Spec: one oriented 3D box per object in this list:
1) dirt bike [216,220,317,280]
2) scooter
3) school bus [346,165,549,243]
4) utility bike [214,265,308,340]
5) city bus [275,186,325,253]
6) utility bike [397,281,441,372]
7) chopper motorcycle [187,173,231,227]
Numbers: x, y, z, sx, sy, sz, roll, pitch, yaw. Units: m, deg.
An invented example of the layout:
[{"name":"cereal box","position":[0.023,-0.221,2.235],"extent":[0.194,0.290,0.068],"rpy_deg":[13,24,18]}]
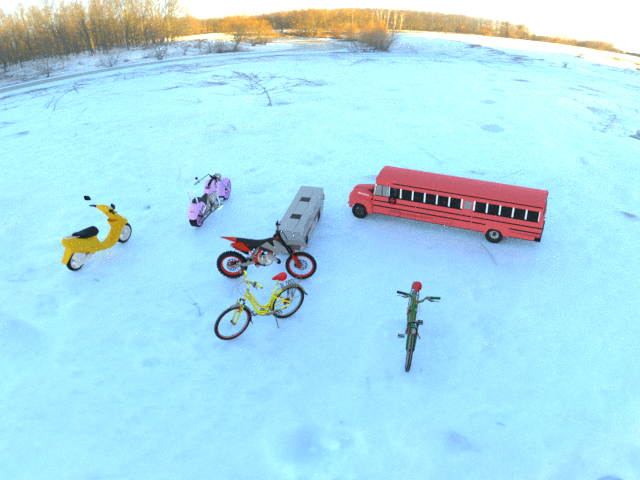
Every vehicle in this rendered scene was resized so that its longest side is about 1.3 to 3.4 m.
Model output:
[{"name":"dirt bike","position":[-0.791,0.203,10.290],"extent":[1.493,0.857,0.527],"rpy_deg":[1,30,2]},{"name":"scooter","position":[-3.468,-0.148,10.843],"extent":[0.662,0.919,1.399],"rpy_deg":[17,34,27]},{"name":"school bus","position":[2.073,-0.635,11.770],"extent":[3.322,0.844,0.709],"rpy_deg":[11,32,19]},{"name":"utility bike","position":[-0.732,0.795,9.166],"extent":[1.435,0.946,0.535],"rpy_deg":[-19,35,-30]},{"name":"city bus","position":[-0.315,-0.335,11.631],"extent":[0.476,0.460,1.674],"rpy_deg":[6,30,11]},{"name":"utility bike","position":[1.222,0.963,8.872],"extent":[0.535,0.946,1.435],"rpy_deg":[4,30,7]},{"name":"chopper motorcycle","position":[-1.906,-0.813,12.164],"extent":[0.466,0.761,1.563],"rpy_deg":[8,31,14]}]
